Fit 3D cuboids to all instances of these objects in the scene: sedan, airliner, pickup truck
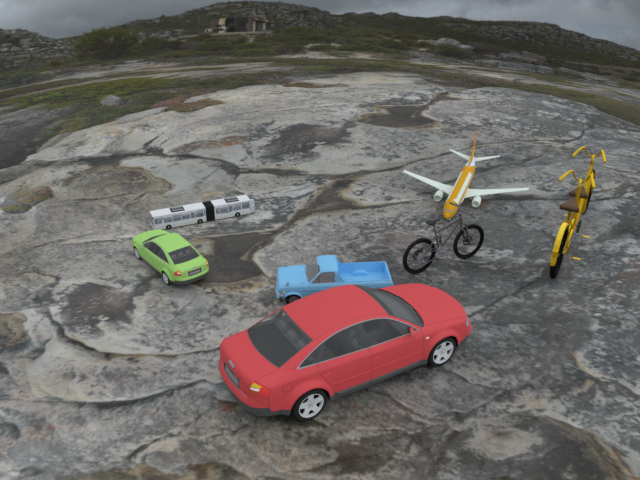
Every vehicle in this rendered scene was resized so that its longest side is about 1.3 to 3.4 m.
[{"bbox_3d":[-2.231,0.164,10.281,0.635,0.483,1.613,-21,35,-34],"label":"sedan"},{"bbox_3d":[2.506,-1.126,12.320,2.257,0.835,2.541,10,30,18],"label":"airliner"},{"bbox_3d":[0.372,1.073,8.100,3.137,0.940,1.235,-15,32,-26],"label":"sedan"},{"bbox_3d":[0.186,0.515,9.597,1.603,0.511,0.640,-2,28,-4],"label":"pickup truck"}]

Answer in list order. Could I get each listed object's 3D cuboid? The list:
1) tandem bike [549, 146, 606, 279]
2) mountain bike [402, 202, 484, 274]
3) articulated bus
[{"bbox_3d":[3.927,-0.541,10.706,0.550,1.326,3.192,14,31,25],"label":"tandem bike"},{"bbox_3d":[1.828,-0.008,10.196,1.469,0.868,0.573,-15,31,-25],"label":"mountain bike"},{"bbox_3d":[-1.956,-0.465,11.663,1.749,0.289,0.311,-11,30,-20],"label":"articulated bus"}]
